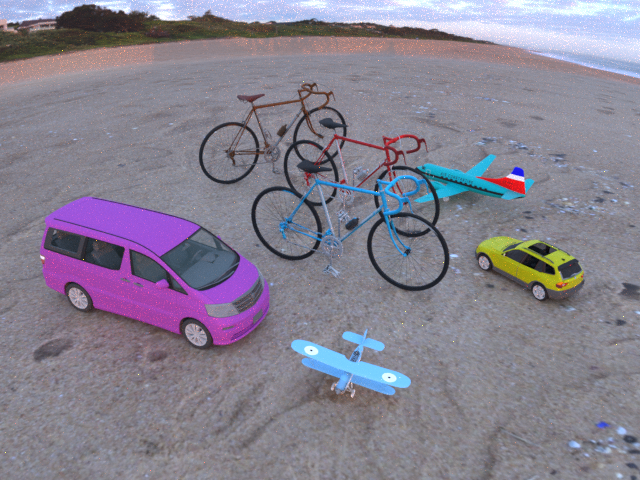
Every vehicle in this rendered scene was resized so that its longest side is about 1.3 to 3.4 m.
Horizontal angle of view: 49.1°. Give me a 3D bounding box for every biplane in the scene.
[{"bbox_3d":[0.378,1.379,7.742,1.336,0.504,1.090,9,30,17],"label":"biplane"}]

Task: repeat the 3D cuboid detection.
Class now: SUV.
[{"bbox_3d":[2.883,0.290,9.688,0.656,0.580,1.572,-19,34,-31],"label":"SUV"}]

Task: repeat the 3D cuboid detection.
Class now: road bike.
[{"bbox_3d":[-0.801,-1.974,12.763,3.004,1.656,0.696,-15,32,-25],"label":"road bike"},{"bbox_3d":[0.578,-1.063,11.069,3.004,1.656,0.696,20,34,32],"label":"road bike"},{"bbox_3d":[0.335,-0.250,9.557,3.004,1.656,0.696,13,31,23],"label":"road bike"}]

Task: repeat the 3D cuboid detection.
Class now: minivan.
[{"bbox_3d":[-2.109,0.345,8.934,3.011,1.197,1.324,13,31,23],"label":"minivan"}]

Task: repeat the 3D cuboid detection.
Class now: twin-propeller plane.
[{"bbox_3d":[2.543,-1.094,12.039,2.129,0.792,2.663,21,35,34],"label":"twin-propeller plane"}]
